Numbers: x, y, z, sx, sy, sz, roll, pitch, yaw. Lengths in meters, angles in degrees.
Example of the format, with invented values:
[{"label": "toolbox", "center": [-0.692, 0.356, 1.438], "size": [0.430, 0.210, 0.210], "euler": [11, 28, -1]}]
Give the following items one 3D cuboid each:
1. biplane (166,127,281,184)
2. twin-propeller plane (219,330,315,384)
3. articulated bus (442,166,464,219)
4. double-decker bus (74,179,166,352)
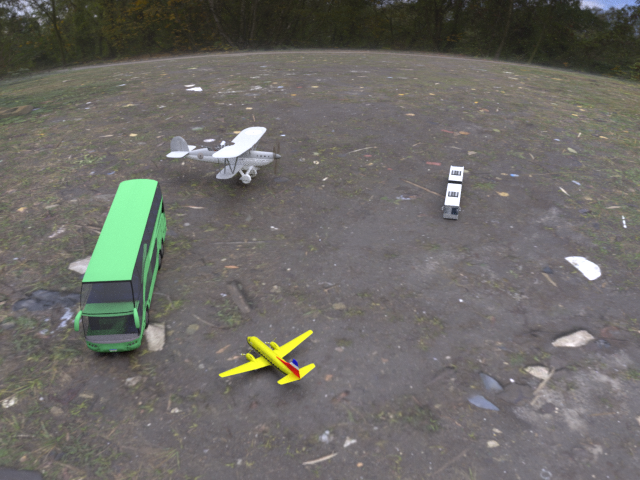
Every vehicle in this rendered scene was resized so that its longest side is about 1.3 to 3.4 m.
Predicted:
[{"label": "biplane", "center": [-1.761, -1.602, 13.104], "size": [2.120, 0.981, 2.598], "euler": [4, 30, 8]}, {"label": "twin-propeller plane", "center": [-0.571, 1.375, 8.414], "size": [1.370, 0.407, 1.095], "euler": [-22, 36, -33]}, {"label": "articulated bus", "center": [2.395, -0.874, 12.519], "size": [0.311, 0.289, 1.749], "euler": [6, 30, 11]}, {"label": "double-decker bus", "center": [-2.659, 0.274, 9.710], "size": [0.756, 1.052, 3.251], "euler": [-2, 30, -4]}]
